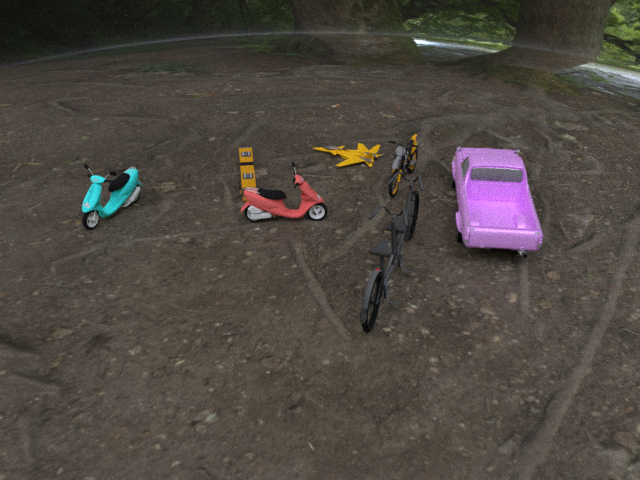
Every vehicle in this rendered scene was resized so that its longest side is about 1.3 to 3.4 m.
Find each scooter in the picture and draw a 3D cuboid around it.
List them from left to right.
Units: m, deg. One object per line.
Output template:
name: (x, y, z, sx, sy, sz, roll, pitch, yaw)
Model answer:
scooter: (-3.402, -0.822, 11.390, 0.662, 0.919, 1.399, 15, 35, 23)
scooter: (-0.577, -0.701, 11.192, 1.399, 0.919, 0.662, -1, 31, -2)

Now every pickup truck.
pickup truck: (2.792, -0.791, 11.268, 1.244, 0.993, 3.117, 3, 32, 6)

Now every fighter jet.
fighter jet: (0.471, -1.734, 13.489, 1.358, 0.286, 1.147, 13, 34, 21)

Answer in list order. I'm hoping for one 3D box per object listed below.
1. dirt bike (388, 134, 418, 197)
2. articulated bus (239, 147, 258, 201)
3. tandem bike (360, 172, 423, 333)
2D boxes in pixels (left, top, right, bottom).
dirt bike: (1.494, -1.378, 12.360, 0.527, 0.857, 1.493, 13, 34, 20)
articulated bus: (-1.311, -1.216, 12.640, 0.311, 0.289, 1.749, -4, 32, -6)
tandem bike: (1.021, -0.002, 9.657, 0.550, 1.326, 3.192, 10, 33, 16)
